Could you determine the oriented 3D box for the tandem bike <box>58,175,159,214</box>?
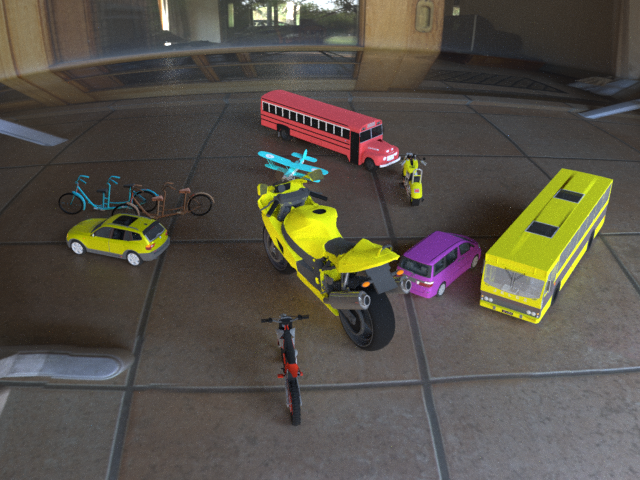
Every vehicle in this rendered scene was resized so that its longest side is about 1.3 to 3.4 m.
[{"bbox_3d":[-3.476,-0.738,11.485,1.642,0.682,0.283,-2,29,-4],"label":"tandem bike"}]

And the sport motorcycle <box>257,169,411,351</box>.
[{"bbox_3d":[0.025,0.185,8.911,0.983,1.596,2.955,-17,34,-28],"label":"sport motorcycle"}]

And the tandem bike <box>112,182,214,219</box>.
[{"bbox_3d":[-2.523,-0.608,11.255,1.642,0.682,0.283,-9,31,-15],"label":"tandem bike"}]

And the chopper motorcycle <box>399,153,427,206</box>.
[{"bbox_3d":[1.591,-1.172,12.176,0.466,0.761,1.563,0,29,0],"label":"chopper motorcycle"}]

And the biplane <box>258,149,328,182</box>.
[{"bbox_3d":[-0.429,-1.331,12.721,1.336,0.504,1.090,11,31,18],"label":"biplane"}]

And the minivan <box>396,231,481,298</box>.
[{"bbox_3d":[1.698,0.243,9.809,0.681,0.616,1.548,22,36,33],"label":"minivan"}]

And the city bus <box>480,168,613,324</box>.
[{"bbox_3d":[3.280,0.002,9.953,0.926,0.894,3.255,18,34,29],"label":"city bus"}]

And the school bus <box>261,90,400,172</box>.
[{"bbox_3d":[0.163,-2.221,13.958,3.322,0.844,0.709,25,38,37],"label":"school bus"}]

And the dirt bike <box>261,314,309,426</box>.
[{"bbox_3d":[-0.354,1.295,7.692,0.527,0.857,1.493,-4,30,-7],"label":"dirt bike"}]

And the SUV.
[{"bbox_3d":[-3.021,-0.080,10.420,1.572,0.580,0.656,10,31,17],"label":"SUV"}]
